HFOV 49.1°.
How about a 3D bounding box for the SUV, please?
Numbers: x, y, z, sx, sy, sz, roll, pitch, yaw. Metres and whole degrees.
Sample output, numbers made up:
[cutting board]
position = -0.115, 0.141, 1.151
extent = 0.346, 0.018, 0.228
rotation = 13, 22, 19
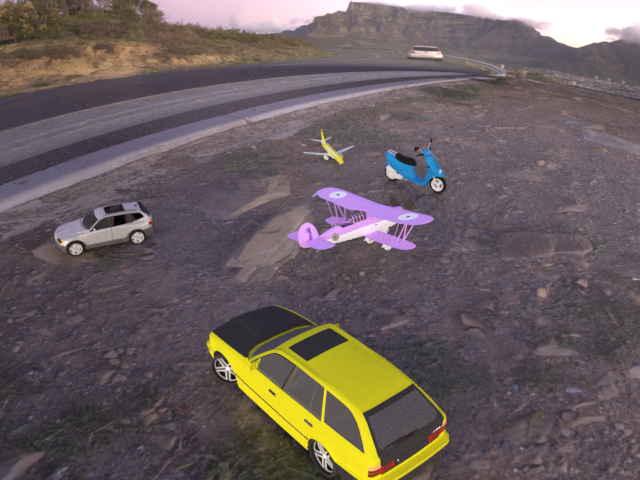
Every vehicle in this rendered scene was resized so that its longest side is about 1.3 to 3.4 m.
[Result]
[SUV]
position = -3.497, -0.226, 11.364
extent = 1.572, 0.580, 0.656
rotation = -12, 30, -21

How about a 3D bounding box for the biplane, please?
[biplane]
position = 0.526, -0.220, 10.921
extent = 2.120, 0.981, 2.598
rotation = -18, 33, -31

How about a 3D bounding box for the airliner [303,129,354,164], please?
[airliner]
position = 0.243, -1.973, 14.869
extent = 1.161, 0.429, 1.307
rotation = -10, 29, -18

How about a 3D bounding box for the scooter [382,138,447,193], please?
[scooter]
position = 1.802, -1.449, 13.339
extent = 1.399, 0.919, 0.662
rotation = 19, 33, 32

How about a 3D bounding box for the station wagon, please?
[station wagon]
position = -0.057, 1.480, 7.734
extent = 1.327, 0.920, 3.105
rotation = -21, 34, -34
